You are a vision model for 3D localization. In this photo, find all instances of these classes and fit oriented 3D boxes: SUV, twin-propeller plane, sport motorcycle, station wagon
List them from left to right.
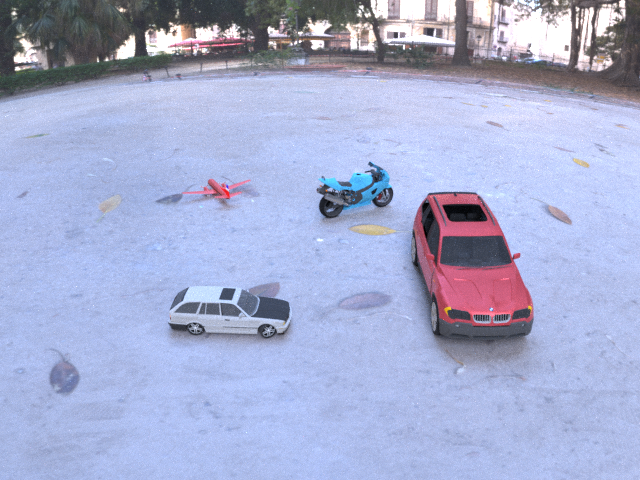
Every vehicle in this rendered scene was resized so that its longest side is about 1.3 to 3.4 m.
[{"bbox_3d":[-1.892,-0.997,13.085,1.370,0.407,1.095,-14,30,-25],"label":"twin-propeller plane"},{"bbox_3d":[-1.167,0.909,9.211,1.597,0.473,0.682,2,27,4],"label":"station wagon"},{"bbox_3d":[0.647,-0.870,12.370,1.520,0.821,0.506,-12,29,-23],"label":"sport motorcycle"},{"bbox_3d":[2.046,0.252,9.791,1.276,1.128,3.058,-1,27,-1],"label":"SUV"}]
